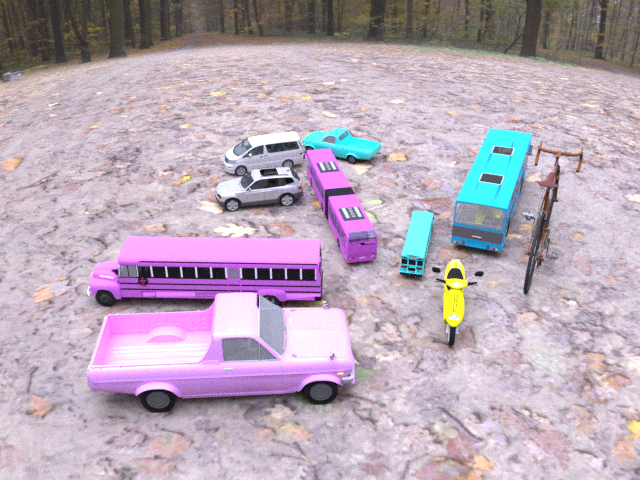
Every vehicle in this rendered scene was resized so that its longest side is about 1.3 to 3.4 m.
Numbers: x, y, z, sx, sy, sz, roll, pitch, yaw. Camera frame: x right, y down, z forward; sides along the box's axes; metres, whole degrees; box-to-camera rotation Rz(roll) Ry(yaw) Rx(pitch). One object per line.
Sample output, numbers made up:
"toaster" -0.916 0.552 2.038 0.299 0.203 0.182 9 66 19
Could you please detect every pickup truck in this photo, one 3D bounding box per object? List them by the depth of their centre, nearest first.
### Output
"pickup truck" -1.135 1.249 8.361 3.117 0.993 1.244 -2 31 -3
"pickup truck" 0.431 -1.969 14.286 1.603 0.511 0.640 15 34 24

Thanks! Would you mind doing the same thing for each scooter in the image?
"scooter" 1.803 0.690 9.381 0.662 0.919 1.399 5 31 9

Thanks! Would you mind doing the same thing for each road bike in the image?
"road bike" 3.407 -0.434 10.560 0.697 1.656 3.004 12 33 20

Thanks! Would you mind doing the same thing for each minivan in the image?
"minivan" -1.127 -1.712 13.748 1.548 0.616 0.681 -9 32 -15

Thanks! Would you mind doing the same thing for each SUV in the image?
"SUV" -1.088 -0.949 12.490 1.572 0.580 0.656 -6 31 -10

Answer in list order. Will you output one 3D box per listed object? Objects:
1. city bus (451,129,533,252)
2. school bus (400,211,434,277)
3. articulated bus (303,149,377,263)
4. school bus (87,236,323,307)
"city bus" 3.018 -0.911 12.117 0.926 0.894 3.255 11 32 18
"school bus" 1.549 -0.003 11.031 0.365 0.434 1.708 7 31 12
"articulated bus" 0.306 -0.691 12.071 0.605 0.561 3.401 -6 31 -10
"school bus" -1.623 0.437 9.883 3.322 0.844 0.709 1 31 2
